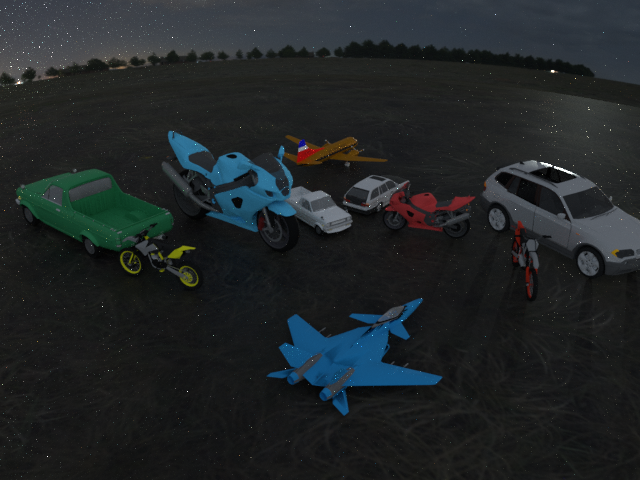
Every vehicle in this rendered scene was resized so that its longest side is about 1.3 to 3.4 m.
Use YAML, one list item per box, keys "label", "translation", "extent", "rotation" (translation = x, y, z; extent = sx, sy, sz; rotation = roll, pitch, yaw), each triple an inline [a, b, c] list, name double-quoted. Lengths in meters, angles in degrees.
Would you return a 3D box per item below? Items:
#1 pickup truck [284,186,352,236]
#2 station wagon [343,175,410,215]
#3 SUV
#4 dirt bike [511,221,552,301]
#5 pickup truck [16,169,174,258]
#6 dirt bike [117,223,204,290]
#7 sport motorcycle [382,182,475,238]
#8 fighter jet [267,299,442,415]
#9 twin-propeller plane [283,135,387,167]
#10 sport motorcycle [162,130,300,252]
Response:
- label: "pickup truck"
  translation: [-0.120, -0.587, 12.342]
  extent: [0.640, 0.511, 1.603]
  rotation: [-17, 31, -31]
- label: "station wagon"
  translation: [1.093, -0.947, 13.111]
  extent: [0.682, 0.473, 1.597]
  rotation: [18, 32, 32]
- label: "SUV"
  translation: [3.986, -0.448, 11.365]
  extent: [1.276, 1.128, 3.058]
  rotation: [-16, 30, -29]
- label: "dirt bike"
  translation: [3.031, 0.239, 10.283]
  extent: [0.527, 0.857, 1.493]
  rotation: [1, 26, 3]
- label: "pickup truck"
  translation: [-3.862, -0.580, 11.783]
  extent: [3.117, 0.993, 1.244]
  rotation: [21, 33, 35]
- label: "dirt bike"
  translation: [-2.371, 0.254, 10.253]
  extent: [1.493, 0.857, 0.527]
  rotation: [11, 28, 21]
- label: "sport motorcycle"
  translation: [1.804, -0.473, 11.763]
  extent: [1.520, 0.821, 0.506]
  rotation: [7, 27, 15]
- label: "fighter jet"
  translation: [0.624, 1.136, 8.811]
  extent: [2.229, 0.557, 2.640]
  rotation: [19, 32, 33]
- label: "twin-propeller plane"
  translation: [0.185, -1.953, 14.783]
  extent: [2.663, 0.792, 2.129]
  rotation: [19, 32, 33]
- label: "sport motorcycle"
  translation: [-1.481, -0.847, 11.644]
  extent: [2.955, 1.596, 0.983]
  rotation: [20, 33, 35]
